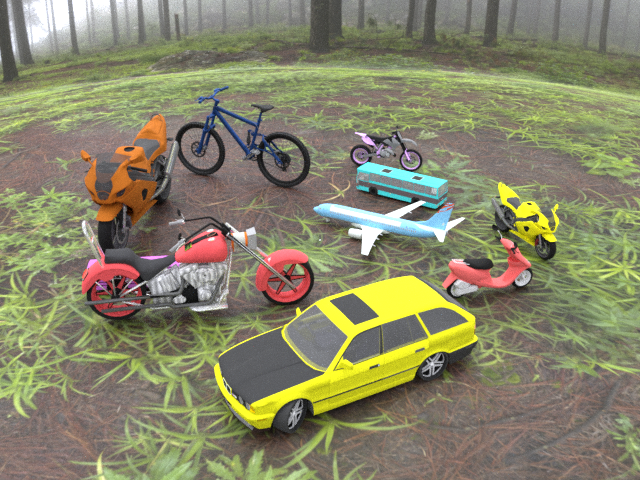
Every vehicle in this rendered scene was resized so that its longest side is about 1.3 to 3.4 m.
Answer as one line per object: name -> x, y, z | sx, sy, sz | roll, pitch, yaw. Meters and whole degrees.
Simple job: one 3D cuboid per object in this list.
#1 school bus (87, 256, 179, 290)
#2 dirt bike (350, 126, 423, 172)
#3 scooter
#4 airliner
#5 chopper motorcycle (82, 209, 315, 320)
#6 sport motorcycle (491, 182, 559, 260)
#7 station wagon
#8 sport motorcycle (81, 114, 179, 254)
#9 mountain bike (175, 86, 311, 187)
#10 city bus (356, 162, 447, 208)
school bus -> -2.427, 0.477, 10.024 | 1.708, 0.434, 0.365 | -3, 27, -6
dirt bike -> 1.330, -1.831, 14.053 | 1.493, 0.857, 0.527 | 8, 28, 15
scooter -> 2.382, 0.341, 9.759 | 1.399, 0.919, 0.662 | -8, 28, -14
airliner -> 0.986, -0.457, 11.405 | 2.541, 0.835, 2.257 | 15, 31, 27
chopper motorcycle -> -1.584, 0.307, 9.212 | 3.040, 1.480, 0.906 | -6, 28, -11
sport motorcycle -> 3.266, -0.310, 11.134 | 0.506, 0.821, 1.520 | -10, 29, -19
station wagon -> 0.322, 1.186, 8.114 | 3.105, 0.920, 1.327 | -14, 30, -25
sport motorcycle -> -3.052, -0.966, 11.562 | 0.983, 1.596, 2.955 | 3, 27, 6
mountain bike -> -1.521, -1.915, 13.309 | 2.857, 1.688, 1.114 | 10, 29, 18
city bus -> 1.485, -0.992, 12.856 | 1.674, 0.460, 0.476 | 17, 32, 30
